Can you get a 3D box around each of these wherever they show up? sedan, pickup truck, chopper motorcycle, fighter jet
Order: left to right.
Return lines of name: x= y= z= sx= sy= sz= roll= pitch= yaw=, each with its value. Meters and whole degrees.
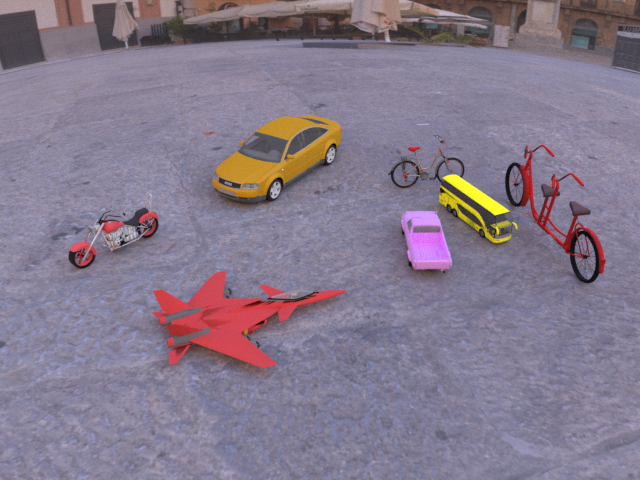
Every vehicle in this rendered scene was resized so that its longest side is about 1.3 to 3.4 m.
chopper motorcycle: x=-3.171 y=-0.153 z=10.794 sx=0.466 sy=0.761 sz=1.563 roll=26 pitch=40 yaw=36
fighter jet: x=-0.843 y=0.838 z=9.352 sx=2.640 sy=0.557 sz=2.229 roll=-12 pitch=33 yaw=-19
sedan: x=-0.749 y=-1.667 z=13.122 sx=1.235 sy=0.940 sz=3.137 roll=19 pitch=36 yaw=28
pickup truck: x=1.636 y=-0.043 z=10.853 sx=0.640 sy=0.511 sz=1.603 roll=0 pitch=31 yaw=0

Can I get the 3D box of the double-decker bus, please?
double-decker bus: x=2.577 y=-0.516 z=11.606 sx=0.389 sy=0.541 sz=1.672 roll=-14 pitch=34 yaw=-22

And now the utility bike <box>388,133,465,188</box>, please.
utility bike: x=1.936 y=-1.431 z=12.727 sx=1.435 sy=0.946 sz=0.535 roll=-4 pitch=31 yaw=-7

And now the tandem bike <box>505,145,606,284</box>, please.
tandem bike: x=3.610 y=-0.569 z=10.935 sx=0.550 sy=1.326 sz=3.192 roll=-6 pitch=32 yaw=-9
